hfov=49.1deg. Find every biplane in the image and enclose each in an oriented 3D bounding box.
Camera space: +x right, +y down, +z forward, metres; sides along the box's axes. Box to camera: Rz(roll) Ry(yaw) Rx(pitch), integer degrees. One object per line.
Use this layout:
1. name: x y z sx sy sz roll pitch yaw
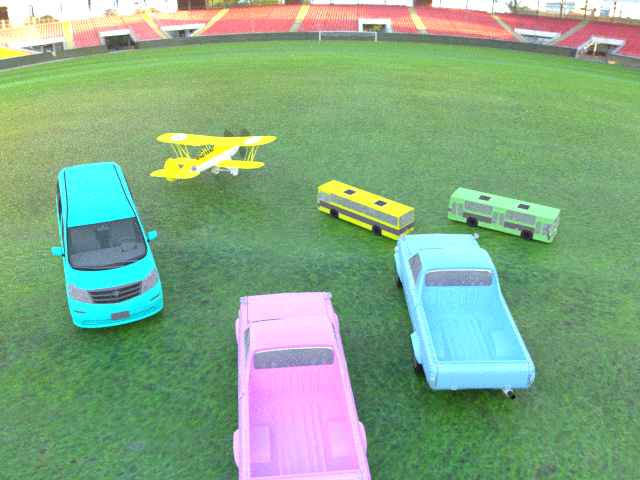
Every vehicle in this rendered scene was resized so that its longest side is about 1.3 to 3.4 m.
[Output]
1. biplane: -2.073 -1.458 12.537 2.598 0.981 2.120 16 32 26

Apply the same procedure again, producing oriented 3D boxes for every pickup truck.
1. pickup truck: -0.270 1.422 7.228 1.244 0.993 3.117 -3 29 -5
2. pickup truck: 1.651 0.698 8.561 1.244 0.993 3.117 -1 29 -1

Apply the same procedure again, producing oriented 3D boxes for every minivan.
1. minivan: -2.986 -0.017 9.661 1.324 1.197 3.011 -10 30 -18

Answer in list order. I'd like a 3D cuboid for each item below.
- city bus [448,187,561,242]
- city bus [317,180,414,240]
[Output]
1. city bus: 2.901 -0.389 11.117 1.674 0.460 0.476 16 32 26
2. city bus: 0.712 -0.478 11.280 1.674 0.460 0.476 23 36 36
